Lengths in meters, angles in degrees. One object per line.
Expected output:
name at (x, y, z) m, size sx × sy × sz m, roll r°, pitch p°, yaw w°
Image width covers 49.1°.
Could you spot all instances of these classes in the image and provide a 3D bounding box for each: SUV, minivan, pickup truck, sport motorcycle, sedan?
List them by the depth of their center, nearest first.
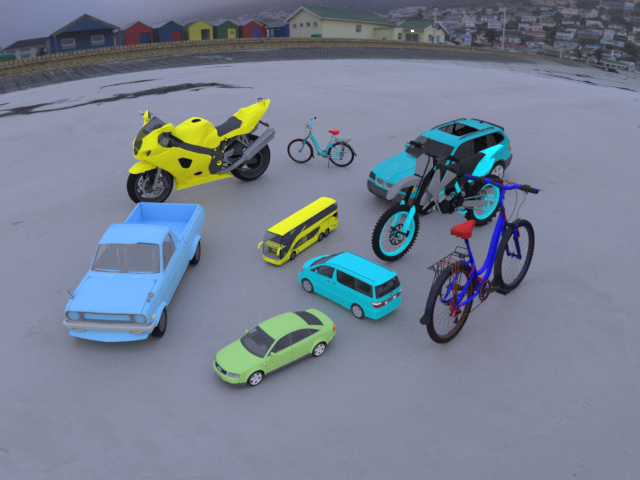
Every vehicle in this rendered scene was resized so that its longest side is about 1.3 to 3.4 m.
sedan at (-0.542, 1.243, 8.502) m, size 1.613 × 0.483 × 0.635 m, roll -20°, pitch 34°, yaw -32°
minivan at (0.380, 0.539, 9.682) m, size 1.548 × 0.616 × 0.681 m, roll 24°, pitch 36°, yaw 38°
pickup truck at (-2.493, 0.245, 9.832) m, size 1.244 × 0.993 × 3.117 m, roll 2°, pitch 28°, yaw 4°
sport motorcycle at (-2.130, -1.602, 12.655) m, size 2.955 × 1.596 × 0.983 m, roll -19°, pitch 34°, yaw -32°
SUV at (2.250, -1.446, 12.860) m, size 3.058 × 1.128 × 1.276 m, roll -21°, pitch 35°, yaw -34°

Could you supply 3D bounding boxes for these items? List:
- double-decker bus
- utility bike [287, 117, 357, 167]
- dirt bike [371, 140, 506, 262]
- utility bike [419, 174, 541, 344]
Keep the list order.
double-decker bus at (-0.301, -0.145, 11.043) m, size 0.389 × 0.541 × 1.672 m, roll 18°, pitch 33°, yaw 30°
utility bike at (0.024, -1.902, 13.908) m, size 1.435 × 0.946 × 0.535 m, roll 6°, pitch 29°, yaw 11°
dirt bike at (1.944, -0.703, 10.895) m, size 2.903 × 1.666 × 1.024 m, roll -20°, pitch 34°, yaw -32°
utility bike at (2.074, 0.143, 9.125) m, size 1.039 × 1.839 × 2.791 m, roll 23°, pitch 36°, yaw 36°
